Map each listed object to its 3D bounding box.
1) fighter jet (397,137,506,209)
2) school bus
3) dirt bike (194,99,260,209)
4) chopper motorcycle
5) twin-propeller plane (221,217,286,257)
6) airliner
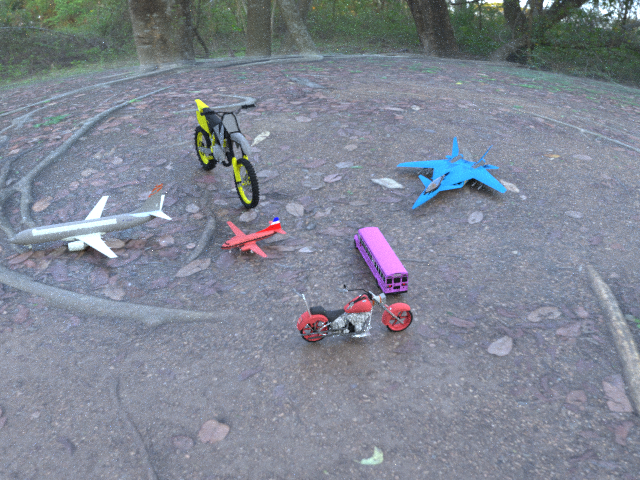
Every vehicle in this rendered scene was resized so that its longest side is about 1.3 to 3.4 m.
[{"bbox_3d":[2.372,-1.234,13.216,2.229,0.557,2.640,18,34,29],"label":"fighter jet"},{"bbox_3d":[0.896,0.256,10.684,0.365,0.434,1.708,-7,30,-12],"label":"school bus"},{"bbox_3d":[-1.780,-1.747,12.997,1.024,1.666,2.903,-15,33,-25],"label":"dirt bike"},{"bbox_3d":[0.468,0.943,9.125,1.563,0.761,0.466,-7,30,-12],"label":"chopper motorcycle"},{"bbox_3d":[-1.107,-0.075,11.303,1.095,0.407,1.370,-17,33,-27],"label":"twin-propeller plane"},{"bbox_3d":[-3.752,-0.376,11.402,2.541,0.835,2.257,-9,31,-16],"label":"airliner"}]
